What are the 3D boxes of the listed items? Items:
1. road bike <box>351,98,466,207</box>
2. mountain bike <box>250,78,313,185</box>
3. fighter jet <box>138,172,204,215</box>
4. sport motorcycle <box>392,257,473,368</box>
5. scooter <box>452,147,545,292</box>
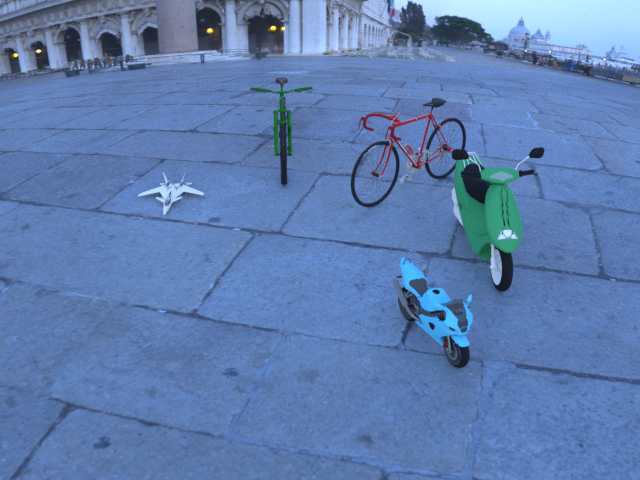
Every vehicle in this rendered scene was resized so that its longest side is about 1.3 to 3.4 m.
[{"bbox_3d":[1.631,-1.612,12.256,3.004,1.656,0.697,-23,35,-36],"label":"road bike"},{"bbox_3d":[-0.717,-2.232,13.393,1.114,1.688,2.857,-1,28,-3],"label":"mountain bike"},{"bbox_3d":[-2.617,-0.811,12.206,1.147,0.286,1.358,-1,28,-2],"label":"fighter jet"},{"bbox_3d":[1.363,0.866,8.467,0.506,0.821,1.520,-12,30,-21],"label":"sport motorcycle"},{"bbox_3d":[2.416,-0.604,10.212,1.288,1.786,2.721,-2,28,-3],"label":"scooter"}]
